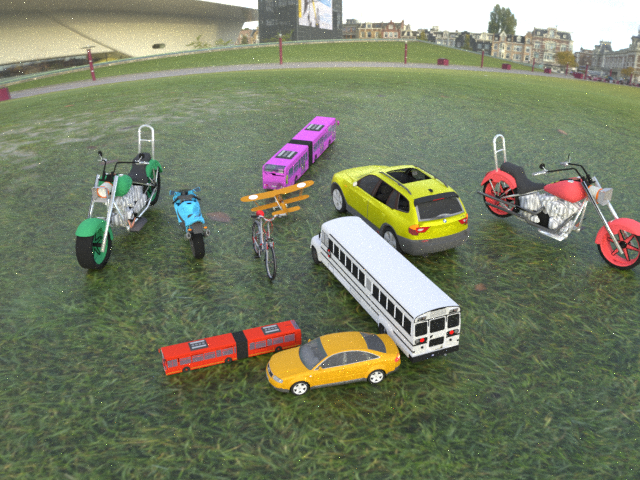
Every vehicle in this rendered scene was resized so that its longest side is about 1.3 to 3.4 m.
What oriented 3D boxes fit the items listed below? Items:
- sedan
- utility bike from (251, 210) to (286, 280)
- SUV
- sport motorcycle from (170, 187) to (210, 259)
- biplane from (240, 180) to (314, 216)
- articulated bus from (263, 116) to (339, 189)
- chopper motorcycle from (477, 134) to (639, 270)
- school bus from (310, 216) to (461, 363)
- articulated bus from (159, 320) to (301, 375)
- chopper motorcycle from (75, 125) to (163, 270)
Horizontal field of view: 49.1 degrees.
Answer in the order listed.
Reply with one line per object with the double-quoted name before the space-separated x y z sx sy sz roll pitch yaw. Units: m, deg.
"sedan" 0.159 1.408 8.332 1.613 0.483 0.635 -6 28 -12
"utility bike" -0.819 -0.047 10.685 0.535 0.946 1.435 -9 28 -16
"SUV" 1.271 -0.716 11.800 1.276 1.128 3.058 -12 29 -22
"sport motorcycle" -2.087 -0.304 11.328 0.506 0.821 1.520 -9 28 -17
"biplane" -0.716 -0.675 12.407 1.336 0.504 1.090 -7 28 -13
"articulated bus" -0.358 -1.870 14.696 0.605 0.561 3.401 8 28 16
"chopper motorcycle" 3.894 -0.657 11.295 0.906 1.480 3.040 -21 34 -35
"school bus" 0.752 0.498 9.725 0.709 0.844 3.322 -11 29 -21
"articulated bus" -1.094 1.327 8.707 1.749 0.289 0.311 -10 29 -19
"chopper motorcycle" -3.281 -0.769 11.517 0.906 1.480 3.040 4 27 7
